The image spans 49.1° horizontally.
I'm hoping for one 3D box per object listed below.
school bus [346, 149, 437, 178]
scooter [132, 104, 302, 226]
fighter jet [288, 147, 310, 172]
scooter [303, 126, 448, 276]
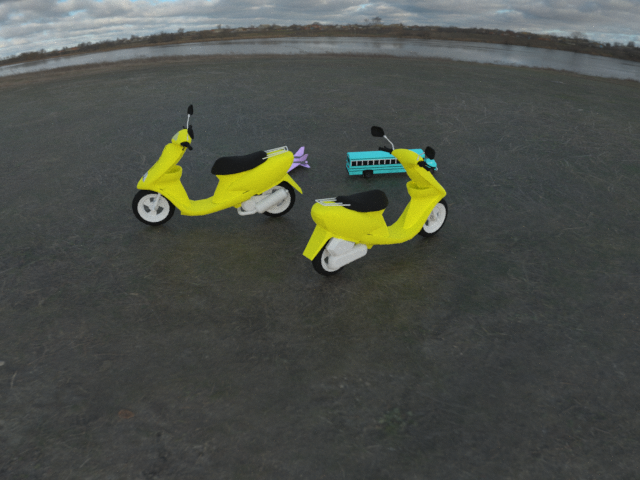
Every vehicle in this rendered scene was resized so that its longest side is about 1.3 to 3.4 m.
[{"bbox_3d":[1.354,-1.444,13.106,1.708,0.434,0.365,-4,28,-7],"label":"school bus"},{"bbox_3d":[-1.641,-1.111,11.042,2.721,1.786,1.288,-4,28,-8],"label":"scooter"},{"bbox_3d":[-0.906,-1.540,13.445,1.358,0.286,1.147,-5,29,-10],"label":"fighter jet"},{"bbox_3d":[0.904,-0.565,10.017,2.721,1.786,1.288,-20,34,-32],"label":"scooter"}]
